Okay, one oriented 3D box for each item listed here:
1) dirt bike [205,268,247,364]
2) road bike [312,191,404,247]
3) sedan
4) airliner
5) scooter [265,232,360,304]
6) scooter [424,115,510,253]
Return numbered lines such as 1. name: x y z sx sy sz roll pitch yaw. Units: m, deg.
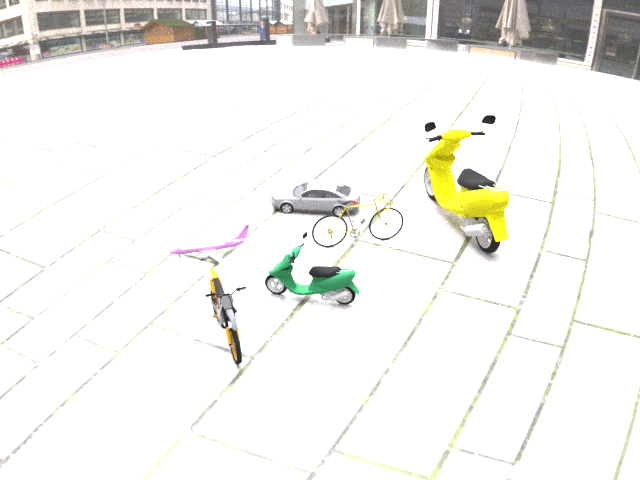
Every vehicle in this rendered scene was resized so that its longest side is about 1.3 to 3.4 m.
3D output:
1. dirt bike: -1.236 0.921 9.109 0.527 0.857 1.493 -10 32 -17
2. road bike: 0.618 -0.310 11.219 1.545 0.852 0.358 -7 31 -12
3. sedan: -0.079 -0.789 12.404 1.613 0.483 0.635 3 31 6
4. airliner: -1.733 0.014 11.084 1.307 0.429 1.161 -7 31 -11
5. scooter: -0.121 0.451 9.852 1.399 0.919 0.662 8 31 13
6. scooter: 2.376 -1.048 11.556 1.288 1.786 2.721 -9 32 -15
